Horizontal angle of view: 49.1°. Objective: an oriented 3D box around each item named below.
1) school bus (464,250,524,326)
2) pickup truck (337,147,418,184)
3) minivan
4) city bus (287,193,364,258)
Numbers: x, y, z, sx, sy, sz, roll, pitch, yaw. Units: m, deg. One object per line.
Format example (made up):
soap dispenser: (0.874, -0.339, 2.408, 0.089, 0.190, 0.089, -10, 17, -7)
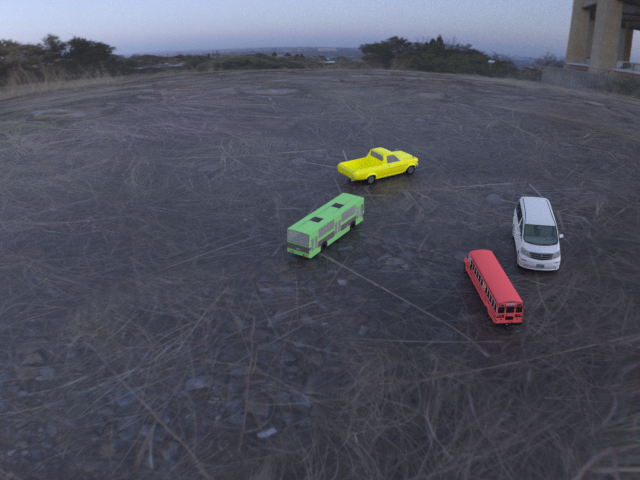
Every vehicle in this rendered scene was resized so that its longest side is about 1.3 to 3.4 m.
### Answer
school bus: (2.324, 0.585, 9.544, 0.365, 0.434, 1.708, -2, 27, -3)
pickup truck: (1.137, -1.482, 13.578, 1.603, 0.511, 0.640, -16, 31, -28)
minivan: (3.313, -0.108, 10.722, 0.681, 0.616, 1.548, 4, 27, 9)
city bus: (0.119, -0.232, 11.143, 0.476, 0.460, 1.674, 16, 31, 29)
